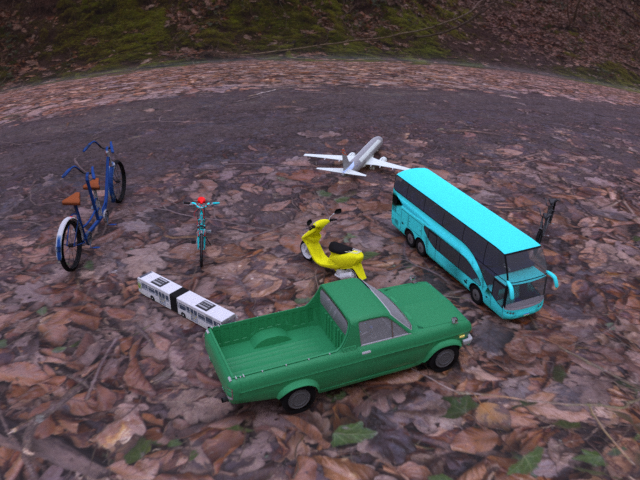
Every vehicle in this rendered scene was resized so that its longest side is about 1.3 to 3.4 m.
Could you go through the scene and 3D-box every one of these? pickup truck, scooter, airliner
[{"bbox_3d":[0.243,1.100,8.277,3.117,0.993,1.244,-11,30,-20],"label":"pickup truck"},{"bbox_3d":[0.165,0.091,10.224,0.662,0.919,1.399,-22,35,-35],"label":"scooter"},{"bbox_3d":[0.843,-1.803,13.818,2.257,0.835,2.541,11,30,19],"label":"airliner"}]

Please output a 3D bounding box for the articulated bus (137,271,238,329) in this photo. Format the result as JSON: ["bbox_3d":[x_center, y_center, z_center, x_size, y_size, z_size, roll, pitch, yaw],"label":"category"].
[{"bbox_3d":[-1.823,0.852,9.478,1.749,0.289,0.311,21,35,34],"label":"articulated bus"}]

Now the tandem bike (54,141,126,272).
[{"bbox_3d":[-3.653,-0.696,11.252,0.550,1.326,3.192,1,28,2],"label":"tandem bike"}]

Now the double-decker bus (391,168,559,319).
[{"bbox_3d":[2.103,-0.015,10.280,0.756,1.052,3.251,-12,31,-21],"label":"double-decker bus"}]

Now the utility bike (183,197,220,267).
[{"bbox_3d":[-1.797,-0.254,10.833,0.535,0.946,1.435,-4,29,-8],"label":"utility bike"}]

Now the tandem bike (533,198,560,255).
[{"bbox_3d":[3.652,-0.348,11.285,0.283,0.682,1.642,13,31,23],"label":"tandem bike"}]
